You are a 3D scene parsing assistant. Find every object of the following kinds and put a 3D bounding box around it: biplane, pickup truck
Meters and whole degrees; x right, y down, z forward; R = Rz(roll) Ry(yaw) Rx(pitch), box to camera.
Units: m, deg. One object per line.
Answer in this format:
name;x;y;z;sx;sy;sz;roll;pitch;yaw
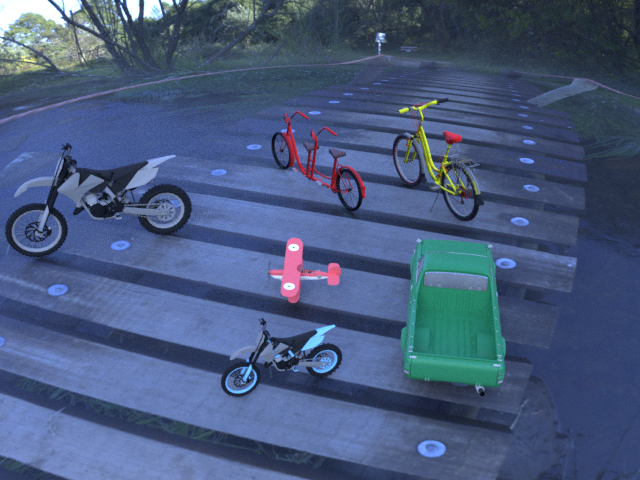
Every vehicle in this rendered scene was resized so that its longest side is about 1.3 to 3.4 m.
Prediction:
biplane;-0.240;0.504;10.130;1.090;0.504;1.336;1;28;2
pickup truck;1.735;0.770;9.105;1.244;0.993;3.117;4;28;8

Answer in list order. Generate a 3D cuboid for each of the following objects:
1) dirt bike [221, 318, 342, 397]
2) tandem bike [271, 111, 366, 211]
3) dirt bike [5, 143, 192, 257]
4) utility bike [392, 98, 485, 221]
dirt bike;-0.430;1.359;8.135;1.493;0.857;0.527;-10;30;-18
tandem bike;-0.114;-1.579;13.191;0.550;1.326;3.192;-17;32;-29
dirt bike;-3.487;-0.648;11.066;2.903;1.666;1.024;-11;30;-20
utility bike;1.973;-1.476;12.449;1.039;1.839;2.791;-13;31;-23
